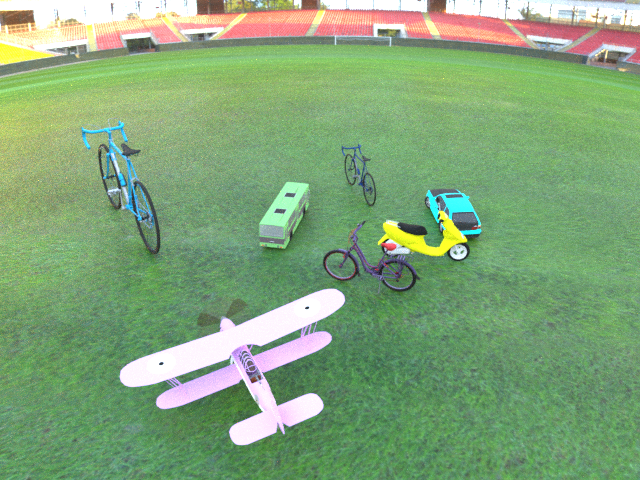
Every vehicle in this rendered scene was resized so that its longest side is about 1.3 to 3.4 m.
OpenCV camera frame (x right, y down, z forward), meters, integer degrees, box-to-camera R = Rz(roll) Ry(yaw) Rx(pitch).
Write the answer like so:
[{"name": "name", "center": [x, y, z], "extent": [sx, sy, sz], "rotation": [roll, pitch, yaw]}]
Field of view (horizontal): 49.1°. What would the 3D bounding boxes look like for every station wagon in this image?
[{"name": "station wagon", "center": [2.245, -0.550, 11.864], "extent": [0.682, 0.473, 1.597], "rotation": [-2, 29, -4]}]

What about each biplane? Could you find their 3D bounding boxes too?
[{"name": "biplane", "center": [-0.803, 1.443, 7.672], "extent": [2.598, 0.981, 2.120], "rotation": [-12, 31, -20]}]

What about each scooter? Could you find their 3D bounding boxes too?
[{"name": "scooter", "center": [1.590, -0.118, 10.605], "extent": [1.399, 0.919, 0.662], "rotation": [3, 29, 6]}]

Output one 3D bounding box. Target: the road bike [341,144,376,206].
[{"name": "road bike", "center": [0.721, -1.220, 12.701], "extent": [0.358, 0.852, 1.545], "rotation": [-9, 30, -16]}]

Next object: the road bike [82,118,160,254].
[{"name": "road bike", "center": [-3.163, -0.935, 11.335], "extent": [0.697, 1.656, 3.004], "rotation": [-16, 33, -27]}]

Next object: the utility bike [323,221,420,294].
[{"name": "utility bike", "center": [0.704, 0.286, 9.835], "extent": [1.435, 0.946, 0.535], "rotation": [10, 30, 17]}]

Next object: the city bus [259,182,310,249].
[{"name": "city bus", "center": [-0.568, -0.413, 11.626], "extent": [0.476, 0.460, 1.674], "rotation": [6, 29, 11]}]
